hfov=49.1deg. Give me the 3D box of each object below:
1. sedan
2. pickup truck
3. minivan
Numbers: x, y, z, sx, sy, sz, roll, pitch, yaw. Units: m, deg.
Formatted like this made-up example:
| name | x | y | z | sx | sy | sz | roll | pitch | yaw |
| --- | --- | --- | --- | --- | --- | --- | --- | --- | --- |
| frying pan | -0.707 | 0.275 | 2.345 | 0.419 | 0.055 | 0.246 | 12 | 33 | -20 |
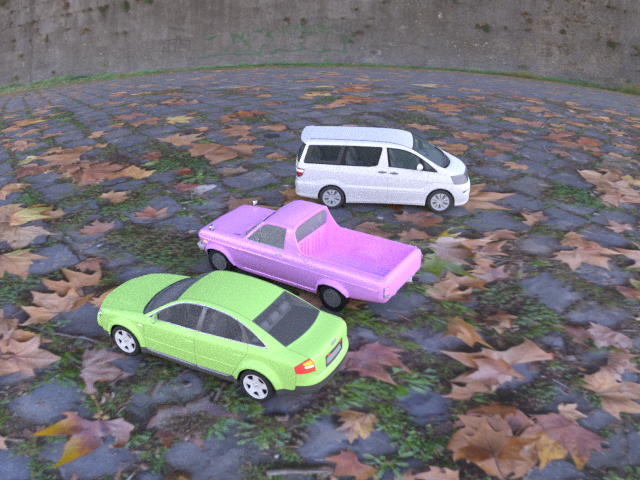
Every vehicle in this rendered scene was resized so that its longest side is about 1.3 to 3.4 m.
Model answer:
| name | x | y | z | sx | sy | sz | roll | pitch | yaw |
| --- | --- | --- | --- | --- | --- | --- | --- | --- | --- |
| sedan | -1.200 | 0.903 | 8.105 | 3.137 | 0.940 | 1.235 | 13 | 30 | 24 |
| pickup truck | -0.197 | 0.078 | 9.674 | 3.117 | 0.993 | 1.244 | 16 | 31 | 28 |
| minivan | 1.090 | -1.272 | 12.110 | 3.011 | 1.197 | 1.324 | 2 | 27 | 5 |
